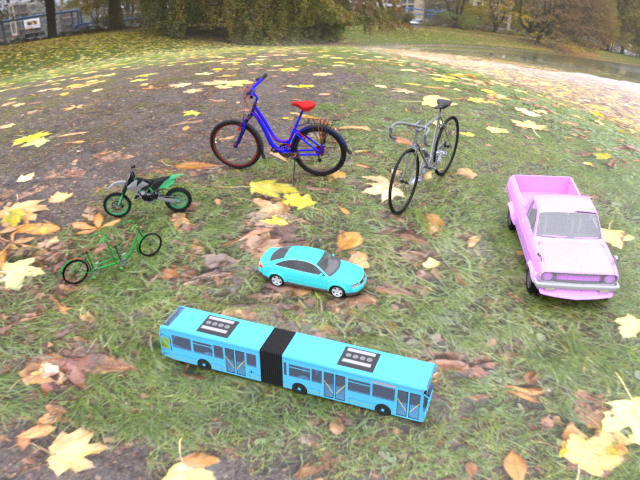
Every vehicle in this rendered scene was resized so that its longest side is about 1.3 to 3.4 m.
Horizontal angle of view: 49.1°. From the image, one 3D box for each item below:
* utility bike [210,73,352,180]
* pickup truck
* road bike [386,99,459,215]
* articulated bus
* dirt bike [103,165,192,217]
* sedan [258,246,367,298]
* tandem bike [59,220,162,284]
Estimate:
[{"bbox_3d":[-0.786,-2.042,13.075,2.791,1.839,1.039,6,31,9],"label":"utility bike"},{"bbox_3d":[3.669,-0.231,10.818,1.244,0.993,3.117,3,30,4],"label":"pickup truck"},{"bbox_3d":[1.922,-1.602,12.505,0.697,1.656,3.004,17,34,27],"label":"road bike"},{"bbox_3d":[-0.314,1.446,8.378,3.401,0.561,0.605,10,32,17],"label":"articulated bus"},{"bbox_3d":[-2.959,-0.813,11.946,1.493,0.857,0.527,-6,31,-11],"label":"dirt bike"},{"bbox_3d":[-0.109,0.406,10.233,1.613,0.483,0.635,10,32,16],"label":"sedan"},{"bbox_3d":[-3.117,0.154,10.467,1.642,0.682,0.283,-23,37,-34],"label":"tandem bike"}]
